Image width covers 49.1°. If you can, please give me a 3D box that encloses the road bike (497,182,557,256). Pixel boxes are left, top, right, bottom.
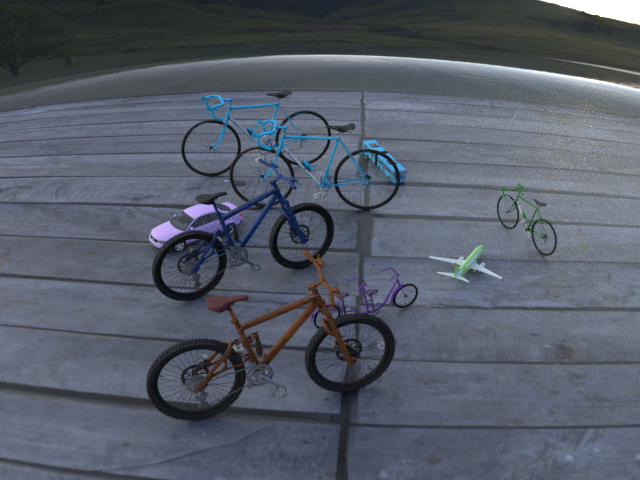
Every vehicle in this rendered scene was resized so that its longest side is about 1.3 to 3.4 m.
[{"bbox_3d":[3.348,-0.370,11.356,0.358,0.852,1.545,-12,31,-20],"label":"road bike"}]

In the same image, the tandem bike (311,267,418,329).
[{"bbox_3d":[0.628,0.786,9.470,1.642,0.682,0.283,-13,32,-21],"label":"tandem bike"}]

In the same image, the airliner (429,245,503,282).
[{"bbox_3d":[2.268,0.269,10.650,1.161,0.429,1.307,17,33,27],"label":"airliner"}]

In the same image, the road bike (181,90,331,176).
[{"bbox_3d":[-1.214,-2.113,13.638,3.004,1.656,0.696,-8,30,-15],"label":"road bike"}]

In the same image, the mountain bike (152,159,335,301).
[{"bbox_3d":[-1.039,-0.104,10.027,2.857,1.688,1.114,-15,33,-25],"label":"mountain bike"}]

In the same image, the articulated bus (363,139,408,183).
[{"bbox_3d":[1.281,-1.607,14.131,0.311,0.289,1.749,-9,31,-15],"label":"articulated bus"}]

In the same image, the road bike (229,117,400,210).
[{"bbox_3d":[-0.101,-1.292,12.176,3.004,1.656,0.696,2,29,3],"label":"road bike"}]

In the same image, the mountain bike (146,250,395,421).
[{"bbox_3d":[-0.499,1.172,7.757,2.857,1.688,1.114,-8,30,-13],"label":"mountain bike"}]

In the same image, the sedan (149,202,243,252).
[{"bbox_3d":[-2.046,-0.274,11.561,1.613,0.483,0.635,-21,36,-33],"label":"sedan"}]
